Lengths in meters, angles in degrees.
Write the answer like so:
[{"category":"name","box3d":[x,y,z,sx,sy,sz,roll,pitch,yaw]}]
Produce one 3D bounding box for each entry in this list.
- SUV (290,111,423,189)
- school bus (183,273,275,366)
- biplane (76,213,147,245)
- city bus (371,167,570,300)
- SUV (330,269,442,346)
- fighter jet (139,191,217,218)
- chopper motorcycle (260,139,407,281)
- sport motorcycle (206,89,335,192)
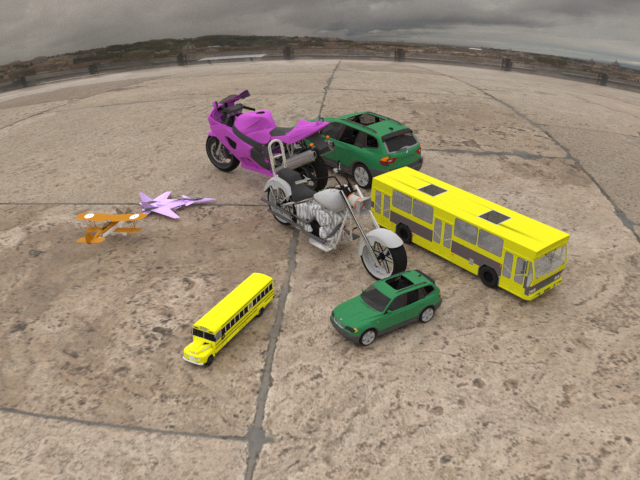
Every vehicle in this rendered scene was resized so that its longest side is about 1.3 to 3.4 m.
[{"category":"SUV","box3d":[0.647,-1.976,13.916,1.276,1.128,3.058,-22,36,-35]},{"category":"school bus","box3d":[-1.173,1.013,9.130,0.365,0.434,1.708,14,31,24]},{"category":"biplane","box3d":[-3.439,-0.187,11.270,1.336,0.504,1.090,10,30,17]},{"category":"city bus","box3d":[2.168,-0.161,10.812,0.926,0.894,3.255,-21,35,-34]},{"category":"SUV","box3d":[0.888,0.848,9.282,1.572,0.580,0.656,-17,33,-28]},{"category":"fighter jet","box3d":[-2.523,-0.714,12.472,1.358,0.286,1.147,-9,30,-16]},{"category":"chopper motorcycle","box3d":[0.158,-0.495,10.815,0.906,1.480,3.040,-23,36,-36]},{"category":"sport motorcycle","box3d":[-1.047,-1.802,13.104,2.955,1.596,0.983,18,34,30]}]
